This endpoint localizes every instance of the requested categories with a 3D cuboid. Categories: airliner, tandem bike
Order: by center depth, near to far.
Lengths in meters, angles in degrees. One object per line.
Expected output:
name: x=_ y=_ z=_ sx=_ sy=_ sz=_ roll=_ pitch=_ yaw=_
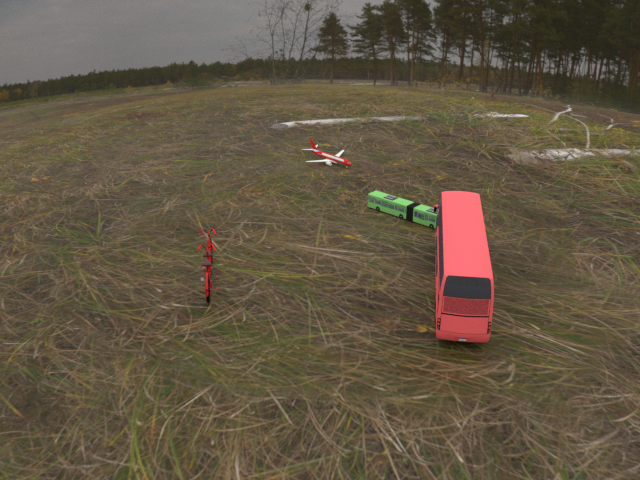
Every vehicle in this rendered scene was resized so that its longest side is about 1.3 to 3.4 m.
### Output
tandem bike: x=-1.617 y=0.301 z=10.144 sx=0.283 sy=0.682 sz=1.642 roll=-3 pitch=25 yaw=-6
airliner: x=0.220 y=-1.888 z=15.194 sx=1.161 sy=0.429 sz=1.307 roll=-22 pitch=33 yaw=-40

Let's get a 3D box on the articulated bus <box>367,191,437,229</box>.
articulated bus: x=1.581 y=-0.525 z=12.404 sx=1.749 sy=0.289 sz=0.311 roll=21 pitch=32 yaw=38

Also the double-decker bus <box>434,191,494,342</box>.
double-decker bus: x=1.979 y=0.229 z=9.858 sx=0.756 sy=1.052 sz=3.251 roll=4 pitch=25 yaw=8
